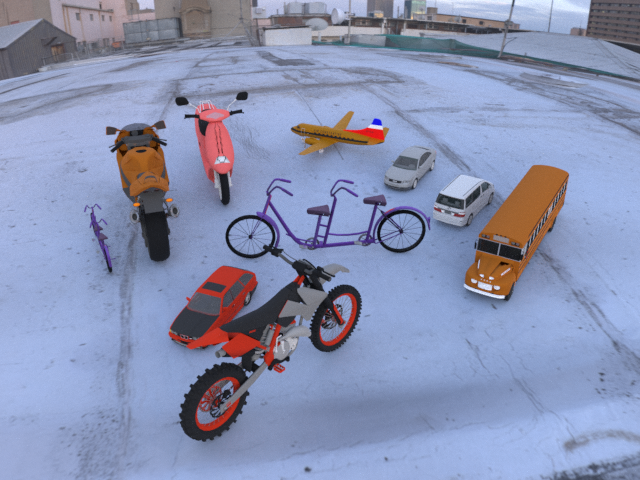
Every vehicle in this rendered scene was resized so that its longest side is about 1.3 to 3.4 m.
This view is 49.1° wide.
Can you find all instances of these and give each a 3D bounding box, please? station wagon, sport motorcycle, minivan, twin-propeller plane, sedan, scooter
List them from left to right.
[{"bbox_3d":[-2.827,-0.880,11.394,0.983,1.596,2.955,-9,32,-16],"label":"sport motorcycle"},{"bbox_3d":[-1.980,-1.942,13.012,1.288,1.786,2.721,-8,31,-13],"label":"scooter"},{"bbox_3d":[-1.446,0.851,9.562,0.682,0.473,1.597,12,32,19],"label":"station wagon"},{"bbox_3d":[0.342,-2.281,14.566,2.129,0.792,2.663,13,33,21],"label":"twin-propeller plane"},{"bbox_3d":[1.743,-1.451,13.460,0.635,0.483,1.613,15,34,24],"label":"sedan"},{"bbox_3d":[2.541,-0.777,12.187,0.681,0.616,1.548,18,35,28],"label":"minivan"}]

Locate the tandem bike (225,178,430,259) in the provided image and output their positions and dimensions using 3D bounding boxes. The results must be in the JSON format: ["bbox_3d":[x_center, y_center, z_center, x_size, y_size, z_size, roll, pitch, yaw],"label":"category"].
[{"bbox_3d":[0.138,-0.323,10.716,3.192,1.326,0.550,-2,31,-4],"label":"tandem bike"}]

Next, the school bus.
[{"bbox_3d":[3.128,-0.190,10.964,0.709,0.844,3.322,17,34,26],"label":"school bus"}]

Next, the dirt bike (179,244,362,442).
[{"bbox_3d":[-0.472,1.048,8.051,1.024,1.666,2.903,25,38,35],"label":"dirt bike"}]

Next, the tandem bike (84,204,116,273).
[{"bbox_3d":[-3.451,-0.090,10.954,0.283,0.682,1.642,-13,33,-21],"label":"tandem bike"}]
